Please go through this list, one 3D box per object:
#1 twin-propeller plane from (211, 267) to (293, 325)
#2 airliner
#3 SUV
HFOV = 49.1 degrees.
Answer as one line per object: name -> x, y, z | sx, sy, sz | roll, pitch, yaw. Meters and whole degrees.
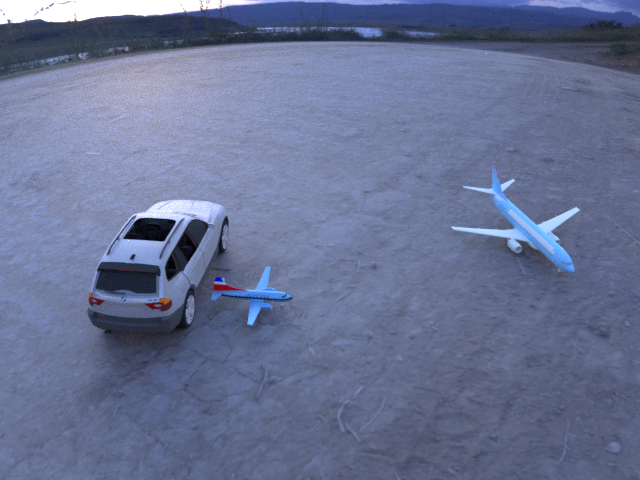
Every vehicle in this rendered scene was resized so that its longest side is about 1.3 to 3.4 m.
twin-propeller plane -> -0.909, 0.698, 9.444 | 1.095, 0.407, 1.370 | 3, 31, 5
airliner -> 3.219, -0.366, 10.826 | 2.257, 0.835, 2.541 | -9, 32, -14
SUV -> -2.155, 0.137, 9.686 | 1.276, 1.128, 3.058 | 4, 31, 6
